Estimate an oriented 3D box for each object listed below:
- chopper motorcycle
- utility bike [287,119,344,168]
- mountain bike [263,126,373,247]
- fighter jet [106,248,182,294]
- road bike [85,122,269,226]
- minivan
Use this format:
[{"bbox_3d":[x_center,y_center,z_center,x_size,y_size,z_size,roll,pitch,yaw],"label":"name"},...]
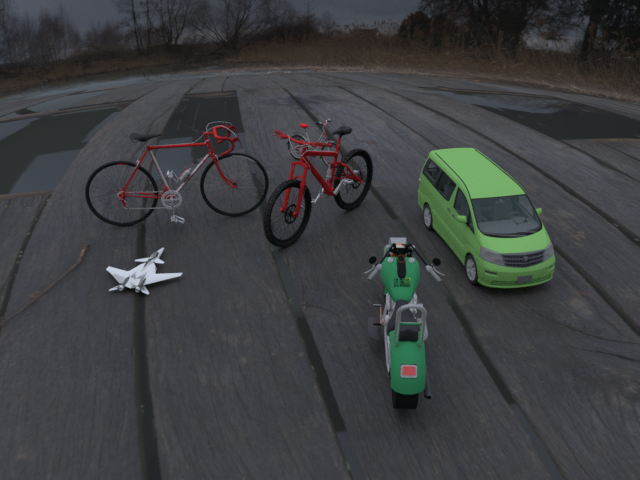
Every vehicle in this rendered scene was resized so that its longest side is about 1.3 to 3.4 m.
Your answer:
[{"bbox_3d":[0.961,0.670,8.335,0.906,1.480,3.040,1,27,2],"label":"chopper motorcycle"},{"bbox_3d":[-0.091,-2.016,14.217,1.435,0.946,0.535,18,32,31],"label":"utility bike"},{"bbox_3d":[0.040,-0.999,11.394,1.114,1.688,2.857,19,33,33],"label":"mountain bike"},{"bbox_3d":[-2.553,0.346,10.292,1.147,0.286,1.358,4,27,9],"label":"fighter jet"},{"bbox_3d":[-2.345,-1.060,11.549,3.004,1.656,0.697,-6,27,-11],"label":"road bike"},{"bbox_3d":[2.494,-0.408,10.770,1.324,1.197,3.011,-6,27,-11],"label":"minivan"}]
